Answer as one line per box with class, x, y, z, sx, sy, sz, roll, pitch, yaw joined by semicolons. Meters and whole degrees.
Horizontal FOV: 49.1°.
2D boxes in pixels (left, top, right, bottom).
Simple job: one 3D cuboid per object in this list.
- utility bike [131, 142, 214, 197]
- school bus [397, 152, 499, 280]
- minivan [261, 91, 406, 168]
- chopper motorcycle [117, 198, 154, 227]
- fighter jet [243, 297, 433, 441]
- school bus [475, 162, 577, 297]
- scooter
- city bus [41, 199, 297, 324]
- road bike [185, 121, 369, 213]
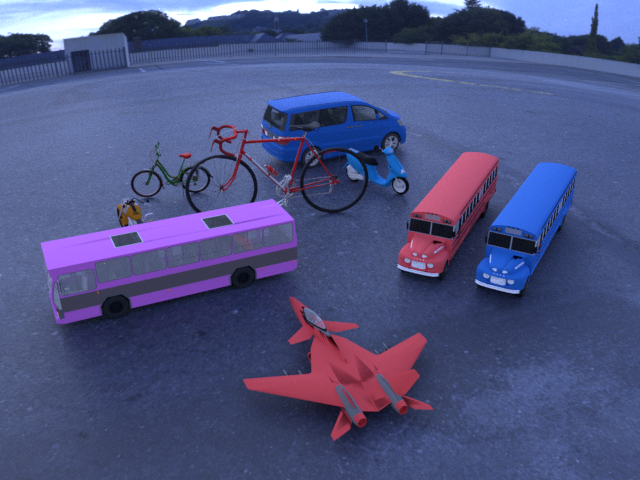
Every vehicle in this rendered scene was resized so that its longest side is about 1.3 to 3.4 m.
utility bike;-2.584;-1.191;12.203;1.435;0.946;0.535;-7;28;-13
school bus;2.053;-0.456;10.882;0.709;0.844;3.322;12;30;23
minivan;0.335;-2.338;14.162;3.011;1.197;1.324;-14;30;-25
chopper motorcycle;-2.813;-0.313;10.695;0.466;0.761;1.563;-16;31;-29
fighter jet;0.133;1.151;8.068;2.229;0.557;2.640;-11;29;-21
school bus;3.135;-0.240;10.462;0.709;0.844;3.322;14;30;25
scooter;1.009;-1.376;12.593;1.399;0.919;0.662;19;33;32
city bus;-1.948;0.269;9.415;3.255;0.894;0.926;-12;30;-23
road bike;-0.671;-1.120;11.287;3.004;1.656;0.697;-5;28;-9
